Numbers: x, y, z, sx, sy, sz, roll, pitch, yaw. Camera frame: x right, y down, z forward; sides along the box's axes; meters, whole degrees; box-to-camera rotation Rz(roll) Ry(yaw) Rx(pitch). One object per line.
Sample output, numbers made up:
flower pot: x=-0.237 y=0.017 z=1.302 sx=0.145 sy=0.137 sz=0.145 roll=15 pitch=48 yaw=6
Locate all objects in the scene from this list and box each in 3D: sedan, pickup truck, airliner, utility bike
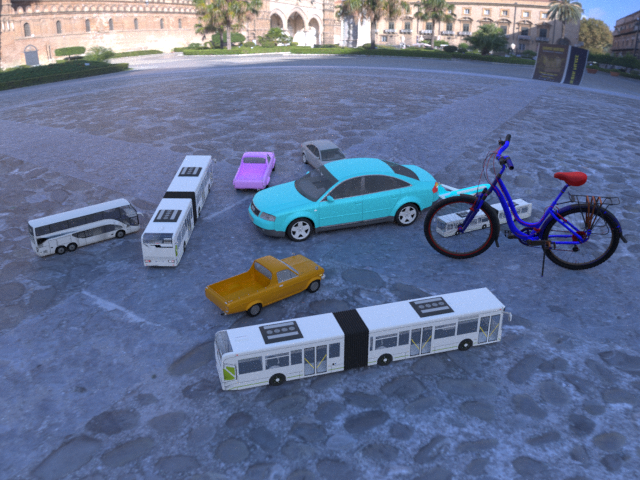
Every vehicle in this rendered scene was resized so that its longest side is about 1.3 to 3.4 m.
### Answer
sedan: x=0.393 y=-0.759 z=11.336 sx=3.137 sy=0.940 sz=1.235 roll=-9 pitch=28 yaw=-17
pickup truck: x=-1.200 y=-1.328 z=12.942 sx=0.640 sy=0.511 sz=1.603 roll=2 pitch=27 yaw=3
airliner: x=2.531 y=-0.920 z=12.224 sx=1.307 sy=0.429 sz=1.161 roll=-15 pitch=30 yaw=-26
pickup truck: x=-0.704 y=0.539 z=9.238 sx=1.603 sy=0.511 sz=0.640 roll=-19 pitch=33 yaw=-33
sedan: x=0.133 y=-1.600 z=13.512 sx=0.635 sy=0.483 sz=1.613 roll=-11 pitch=29 yaw=-20
utility bike: x=2.849 y=-0.397 z=9.621 sx=2.791 sy=1.839 sz=1.039 roll=5 pitch=27 yaw=10

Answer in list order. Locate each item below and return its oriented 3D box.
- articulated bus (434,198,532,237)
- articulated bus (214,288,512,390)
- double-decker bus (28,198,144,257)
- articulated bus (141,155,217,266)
articulated bus: x=2.651 y=-0.369 z=11.287 sx=1.749 sy=0.289 sz=0.311 roll=-12 pitch=29 yaw=-23
articulated bus: x=0.522 y=1.113 z=8.045 sx=3.401 sy=0.561 sz=0.605 roll=-8 pitch=28 yaw=-15
double-decker bus: x=-3.552 y=-0.212 z=10.696 sx=1.672 sy=0.541 sz=0.389 roll=-18 pitch=32 yaw=-32
articulated bus: x=-2.236 y=-0.575 z=11.392 sx=0.605 sy=0.561 sz=3.401 roll=1 pitch=27 yaw=1
